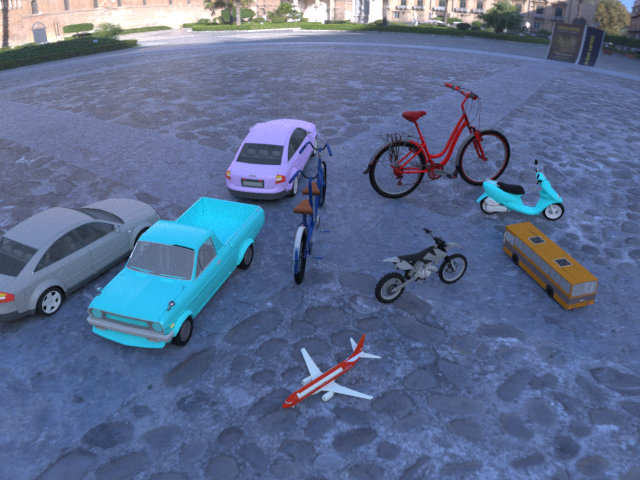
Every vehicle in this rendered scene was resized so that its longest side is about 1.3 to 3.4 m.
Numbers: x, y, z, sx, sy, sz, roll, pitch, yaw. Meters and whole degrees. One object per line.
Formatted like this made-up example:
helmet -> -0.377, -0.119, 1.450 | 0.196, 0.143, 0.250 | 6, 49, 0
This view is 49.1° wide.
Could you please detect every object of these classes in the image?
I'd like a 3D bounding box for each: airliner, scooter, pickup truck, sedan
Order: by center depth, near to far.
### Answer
airliner -> 0.072, 1.494, 7.936 | 1.307, 0.429, 1.161 | -25, 38, -36
pickup truck -> -1.834, 0.244, 9.517 | 1.244, 0.993, 3.117 | 10, 32, 16
sedan -> -3.568, 0.051, 9.901 | 1.235, 0.940, 3.137 | 16, 34, 25
scooter -> 3.283, -0.781, 11.347 | 1.399, 0.919, 0.662 | 6, 31, 10
sedan -> -0.818, -1.675, 12.857 | 1.235, 0.940, 3.137 | 6, 31, 10

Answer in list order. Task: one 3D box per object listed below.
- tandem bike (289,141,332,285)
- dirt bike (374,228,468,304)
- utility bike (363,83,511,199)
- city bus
tandem bike -> -0.130, -0.569, 10.580 | 0.550, 1.326, 3.192 | 4, 30, 6
dirt bike -> 1.395, 0.353, 9.465 | 1.493, 0.857, 0.527 | -14, 33, -23
utility bike -> 2.024, -1.706, 12.019 | 2.791, 1.839, 1.039 | -9, 31, -15
city bus -> 3.196, 0.347, 9.869 | 0.476, 0.460, 1.674 | -9, 32, -15
